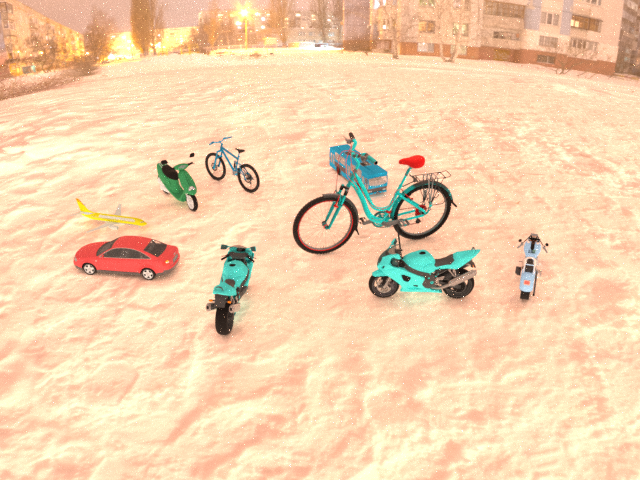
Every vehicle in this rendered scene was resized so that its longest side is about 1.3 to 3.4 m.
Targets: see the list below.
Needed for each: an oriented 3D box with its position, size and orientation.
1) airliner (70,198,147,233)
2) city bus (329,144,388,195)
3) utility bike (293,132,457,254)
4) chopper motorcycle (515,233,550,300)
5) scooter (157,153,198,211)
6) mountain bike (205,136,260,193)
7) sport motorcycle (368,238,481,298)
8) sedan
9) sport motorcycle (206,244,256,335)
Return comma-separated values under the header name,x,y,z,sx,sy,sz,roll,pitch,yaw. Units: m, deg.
name,x,y,z,sx,sy,sz,roll,pitch,yaw
airliner,-3.553,-0.452,11.894,1.307,0.429,1.161,7,28,12
city bus,0.722,-1.365,13.600,0.476,0.460,1.674,-12,30,-22
utility bike,0.942,-0.654,10.764,2.791,1.839,1.039,-9,29,-16
chopper motorcycle,3.071,0.259,10.185,0.466,0.761,1.563,9,29,17
scooter,-2.599,-1.122,12.644,0.662,0.919,1.399,-20,34,-34
mountain bike,-1.684,-1.430,13.284,1.469,0.868,0.573,21,35,35
sport motorcycle,1.442,0.448,9.762,1.520,0.821,0.506,0,28,0
sedan,-2.933,0.215,10.568,1.613,0.483,0.635,4,28,8
sport motorcycle,-1.170,0.617,9.440,0.506,0.821,1.520,4,28,7
